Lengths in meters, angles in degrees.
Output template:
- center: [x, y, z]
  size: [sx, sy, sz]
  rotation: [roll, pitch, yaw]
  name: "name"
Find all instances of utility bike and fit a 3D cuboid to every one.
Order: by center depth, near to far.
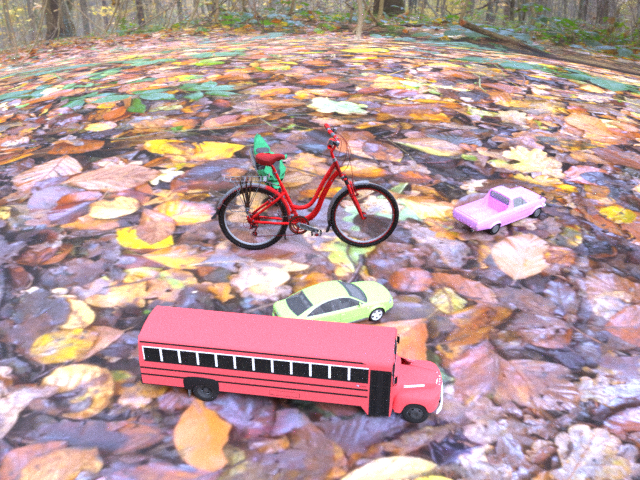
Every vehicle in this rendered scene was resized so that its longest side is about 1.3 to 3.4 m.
- center: [-0.221, -0.737, 10.271]
  size: [2.791, 1.839, 1.039]
  rotation: [-1, 31, -2]
  name: "utility bike"

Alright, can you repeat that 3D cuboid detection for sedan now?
- center: [0.184, 0.811, 8.983]
  size: [1.613, 0.483, 0.635]
  rotation: [-13, 33, -21]
  name: "sedan"

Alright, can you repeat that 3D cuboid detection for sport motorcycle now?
- center: [-0.898, -1.224, 12.097]
  size: [0.506, 0.821, 1.520]
  rotation: [-9, 32, -15]
  name: "sport motorcycle"

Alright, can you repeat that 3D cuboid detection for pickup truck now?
- center: [2.897, -0.540, 11.243]
  size: [1.603, 0.511, 0.640]
  rotation: [-19, 35, -28]
  name: "pickup truck"

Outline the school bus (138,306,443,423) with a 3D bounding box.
- center: [-0.302, 1.341, 7.731]
  size: [3.322, 0.844, 0.709]
  rotation: [4, 31, 7]
  name: "school bus"
